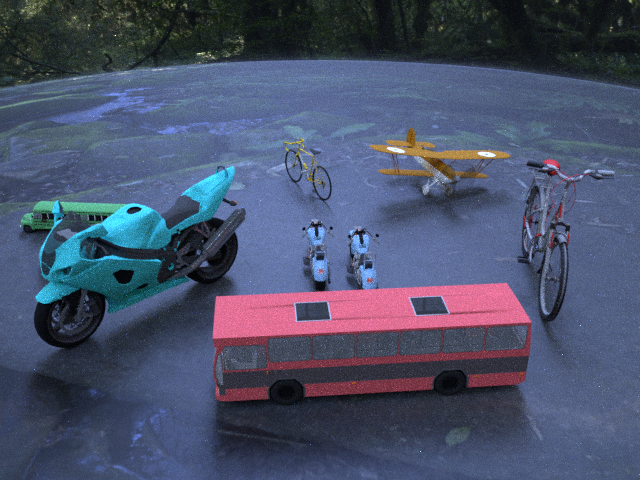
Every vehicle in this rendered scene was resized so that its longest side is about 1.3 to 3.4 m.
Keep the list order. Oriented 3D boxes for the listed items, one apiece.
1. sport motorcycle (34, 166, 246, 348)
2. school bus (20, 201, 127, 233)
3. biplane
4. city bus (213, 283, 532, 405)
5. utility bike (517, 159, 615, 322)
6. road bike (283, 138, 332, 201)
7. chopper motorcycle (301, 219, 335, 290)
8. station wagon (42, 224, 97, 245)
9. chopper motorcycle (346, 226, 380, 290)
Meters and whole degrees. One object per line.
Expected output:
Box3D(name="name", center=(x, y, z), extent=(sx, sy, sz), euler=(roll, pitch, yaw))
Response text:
Box3D(name="sport motorcycle", center=(-2.148, 0.150, 8.565), extent=(0.983, 1.596, 2.955), euler=(23, 35, 37))
Box3D(name="school bus", center=(-3.780, -0.342, 10.796), extent=(1.708, 0.434, 0.365), euler=(2, 27, 4))
Box3D(name="biplane", center=(1.971, -1.389, 12.237), extent=(2.598, 0.981, 2.120), euler=(-8, 28, -16))
Box3D(name="city bus", center=(0.516, 1.106, 7.472), extent=(3.255, 0.894, 0.926), euler=(-2, 27, -5))
Box3D(name="utility bike", center=(3.050, -0.262, 9.103), extent=(1.039, 1.839, 2.791), euler=(3, 27, 6))
Box3D(name="road bike", center=(-0.220, -1.255, 12.117), extent=(0.358, 0.852, 1.545), euler=(-16, 31, -28))
Box3D(name="chopper motorcycle", center=(-0.041, 0.067, 9.641), extent=(0.466, 0.761, 1.563), euler=(-2, 27, -4))
Box3D(name="station wagon", center=(-3.136, 0.047, 9.996), extent=(1.597, 0.473, 0.682), euler=(-12, 29, -22))
Box3D(name="chopper motorcycle", center=(0.561, 0.170, 9.441), extent=(0.466, 0.761, 1.563), euler=(-2, 27, -5))
